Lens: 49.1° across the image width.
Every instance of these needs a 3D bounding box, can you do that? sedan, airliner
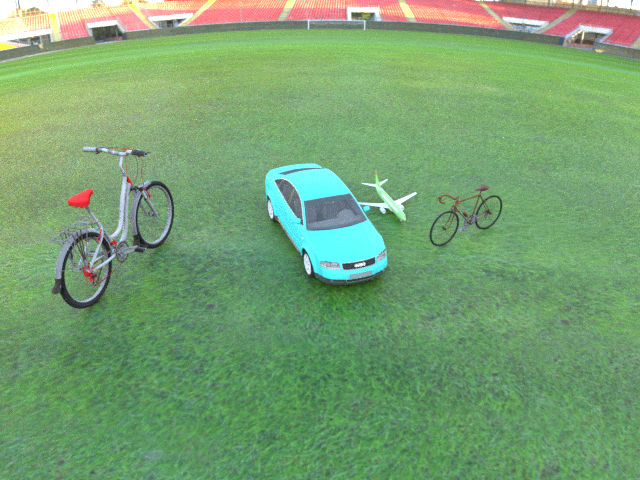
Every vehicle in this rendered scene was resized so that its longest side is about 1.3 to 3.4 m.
[{"bbox_3d":[0.029,-0.419,10.821,1.235,0.940,3.137,-11,32,-17],"label":"sedan"},{"bbox_3d":[1.175,-0.737,11.869,1.161,0.429,1.307,-10,32,-16],"label":"airliner"}]

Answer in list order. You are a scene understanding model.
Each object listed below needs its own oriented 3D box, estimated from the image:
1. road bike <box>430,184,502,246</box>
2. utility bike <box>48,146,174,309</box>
[{"bbox_3d":[2.304,-0.416,10.904,1.545,0.852,0.358,-19,35,-29],"label":"road bike"},{"bbox_3d":[-2.945,-0.328,9.777,1.039,1.839,2.791,11,32,18],"label":"utility bike"}]
